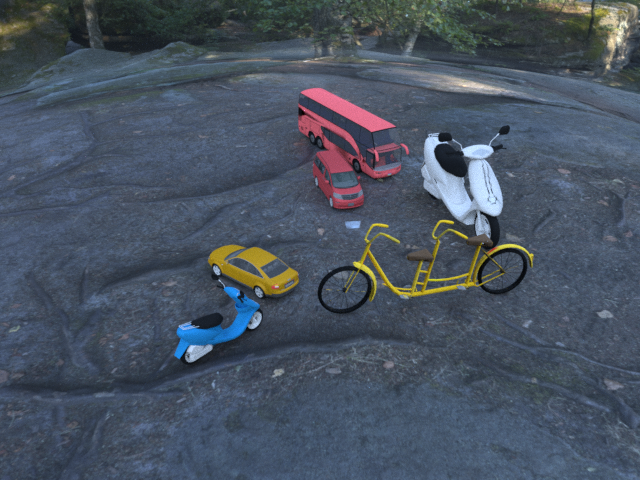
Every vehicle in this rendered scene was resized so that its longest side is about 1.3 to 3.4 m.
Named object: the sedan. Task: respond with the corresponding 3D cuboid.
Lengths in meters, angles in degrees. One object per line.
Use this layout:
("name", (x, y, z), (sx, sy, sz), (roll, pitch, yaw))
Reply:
("sedan", (-1.029, 0.386, 10.525), (1.613, 0.483, 0.635), (23, 37, 35))

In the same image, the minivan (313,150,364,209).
("minivan", (0.333, -1.138, 13.107), (0.681, 0.616, 1.548), (-8, 30, -15))

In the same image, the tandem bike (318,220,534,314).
("tandem bike", (1.526, 0.334, 9.756), (3.192, 1.326, 0.550), (-6, 30, -11))

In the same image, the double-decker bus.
("double-decker bus", (0.583, -2.258, 14.658), (0.756, 1.052, 3.251), (-16, 33, -26))

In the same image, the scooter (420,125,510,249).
("scooter", (2.400, -1.147, 11.927), (1.288, 1.786, 2.721), (-9, 30, -15))

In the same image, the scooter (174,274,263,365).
("scooter", (-1.281, 0.999, 8.985), (1.399, 0.919, 0.662), (-26, 38, -38))
